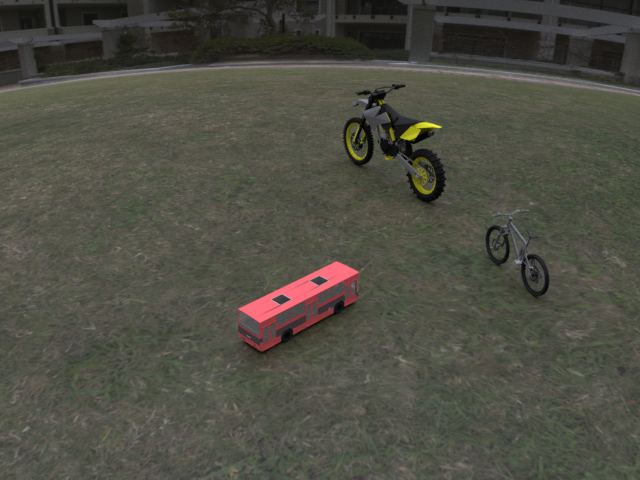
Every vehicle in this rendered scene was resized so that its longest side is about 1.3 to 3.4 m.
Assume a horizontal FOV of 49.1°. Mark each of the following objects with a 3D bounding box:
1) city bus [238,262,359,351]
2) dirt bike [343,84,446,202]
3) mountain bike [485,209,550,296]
[{"bbox_3d":[-0.229,0.808,8.619,1.674,0.460,0.476,-24,36,-38],"label":"city bus"},{"bbox_3d":[1.244,-1.817,12.414,1.024,1.666,2.903,-16,31,-28],"label":"dirt bike"},{"bbox_3d":[2.674,0.126,9.501,0.573,0.868,1.469,-9,28,-17],"label":"mountain bike"}]
